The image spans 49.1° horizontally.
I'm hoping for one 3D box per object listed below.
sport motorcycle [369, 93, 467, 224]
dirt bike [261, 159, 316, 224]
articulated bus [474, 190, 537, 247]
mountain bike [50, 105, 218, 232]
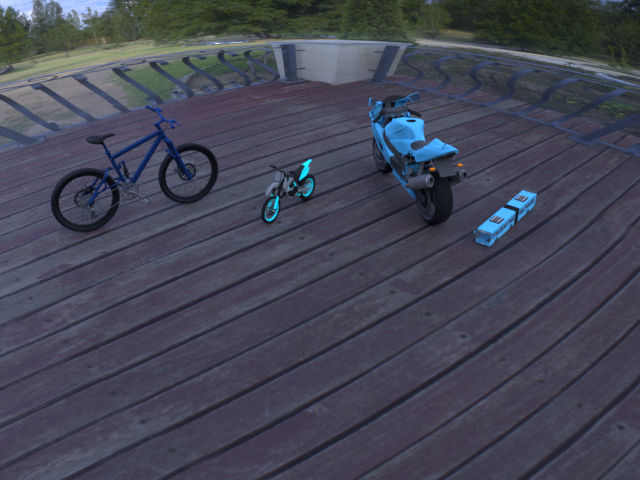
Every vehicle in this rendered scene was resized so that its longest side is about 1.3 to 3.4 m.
[{"bbox_3d":[1.549,-1.473,12.041,0.983,1.596,2.955,-10,33,-16],"label":"sport motorcycle"},{"bbox_3d":[-0.512,-0.873,11.763,0.527,0.857,1.493,19,36,29],"label":"dirt bike"},{"bbox_3d":[3.071,-0.379,11.496,0.311,0.289,1.749,22,38,32],"label":"articulated bus"},{"bbox_3d":[-2.978,-1.135,11.394,2.857,1.688,1.114,-19,36,-28],"label":"mountain bike"}]
